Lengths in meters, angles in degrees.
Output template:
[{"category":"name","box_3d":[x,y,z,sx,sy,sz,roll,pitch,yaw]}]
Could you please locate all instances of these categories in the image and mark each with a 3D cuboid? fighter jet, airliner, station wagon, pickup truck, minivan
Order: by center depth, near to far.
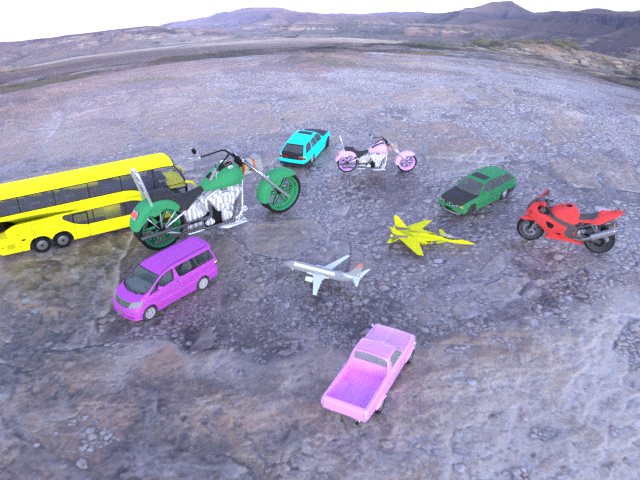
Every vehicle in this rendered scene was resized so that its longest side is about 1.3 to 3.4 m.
[{"category":"pickup truck","box_3d":[0.609,1.504,8.274,0.640,0.511,1.603,15,34,23]},{"category":"minivan","box_3d":[-2.173,0.525,9.817,0.681,0.616,1.548,24,38,34]},{"category":"airliner","box_3d":[0.047,0.386,10.233,1.307,0.429,1.161,14,34,22]},{"category":"fighter jet","box_3d":[1.793,-0.096,11.183,1.358,0.286,1.147,7,32,12]},{"category":"station wagon","box_3d":[2.788,-0.910,12.369,1.597,0.473,0.682,-24,38,-35]},{"category":"station wagon","box_3d":[-0.280,-1.963,14.140,0.682,0.473,1.597,10,32,17]}]

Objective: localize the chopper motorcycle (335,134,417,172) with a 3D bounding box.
[{"category":"chopper motorcycle","box_3d":[1.074,-1.648,13.329,1.563,0.761,0.466,-3,31,-4]}]

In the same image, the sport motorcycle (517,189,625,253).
[{"category":"sport motorcycle","box_3d":[3.877,-0.261,10.939,1.520,0.821,0.506,12,33,19]}]

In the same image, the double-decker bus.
[{"category":"double-decker bus","box_3d":[-3.647,-0.628,11.329,3.251,1.052,0.756,-15,34,-24]}]

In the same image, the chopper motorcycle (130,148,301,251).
[{"category":"chopper motorcycle","box_3d":[-1.613,-0.807,11.211,3.040,1.480,0.906,-21,37,-31]}]
